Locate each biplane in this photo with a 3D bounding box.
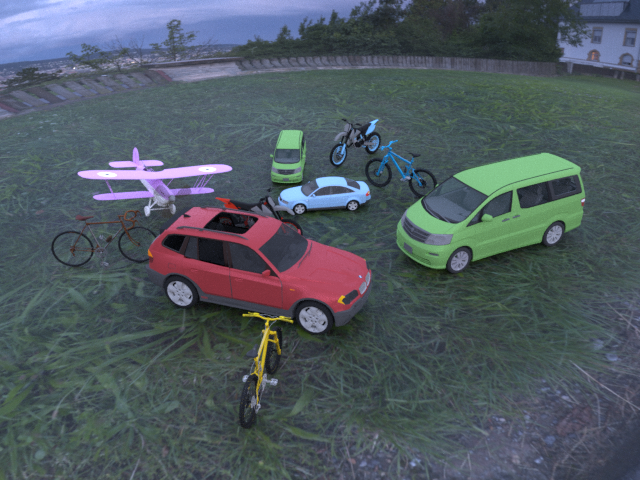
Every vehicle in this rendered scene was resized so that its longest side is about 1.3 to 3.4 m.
[{"bbox_3d":[-2.856,-1.033,12.080,2.598,0.981,2.120,-16,31,-27],"label":"biplane"}]

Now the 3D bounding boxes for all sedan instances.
[{"bbox_3d":[0.075,-0.813,12.197,1.613,0.483,0.635,-4,28,-8],"label":"sedan"}]

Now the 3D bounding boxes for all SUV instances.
[{"bbox_3d":[-0.825,0.299,9.374,3.058,1.128,1.276,9,29,17],"label":"SUV"}]

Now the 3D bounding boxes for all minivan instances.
[{"bbox_3d":[-0.598,-1.620,13.598,0.681,0.616,1.548,1,28,2],"label":"minivan"},{"bbox_3d":[2.635,-0.476,10.783,3.011,1.197,1.324,-13,30,-24],"label":"minivan"}]

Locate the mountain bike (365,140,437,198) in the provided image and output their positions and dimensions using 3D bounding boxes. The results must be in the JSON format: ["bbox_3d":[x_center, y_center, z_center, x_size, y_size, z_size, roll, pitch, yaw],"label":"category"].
[{"bbox_3d":[1.457,-1.265,12.646,1.469,0.868,0.573,17,32,30],"label":"mountain bike"}]

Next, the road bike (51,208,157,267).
[{"bbox_3d":[-3.159,-0.014,10.272,1.545,0.852,0.358,-4,28,-7],"label":"road bike"}]

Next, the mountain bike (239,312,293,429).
[{"bbox_3d":[-0.630,1.348,7.650,0.573,0.868,1.469,6,28,11],"label":"mountain bike"}]

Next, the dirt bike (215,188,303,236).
[{"bbox_3d":[-0.990,-0.344,10.896,1.493,0.857,0.527,7,28,12],"label":"dirt bike"}]

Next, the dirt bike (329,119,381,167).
[{"bbox_3d":[0.735,-2.014,14.090,1.493,0.857,0.527,-25,36,-39],"label":"dirt bike"}]
